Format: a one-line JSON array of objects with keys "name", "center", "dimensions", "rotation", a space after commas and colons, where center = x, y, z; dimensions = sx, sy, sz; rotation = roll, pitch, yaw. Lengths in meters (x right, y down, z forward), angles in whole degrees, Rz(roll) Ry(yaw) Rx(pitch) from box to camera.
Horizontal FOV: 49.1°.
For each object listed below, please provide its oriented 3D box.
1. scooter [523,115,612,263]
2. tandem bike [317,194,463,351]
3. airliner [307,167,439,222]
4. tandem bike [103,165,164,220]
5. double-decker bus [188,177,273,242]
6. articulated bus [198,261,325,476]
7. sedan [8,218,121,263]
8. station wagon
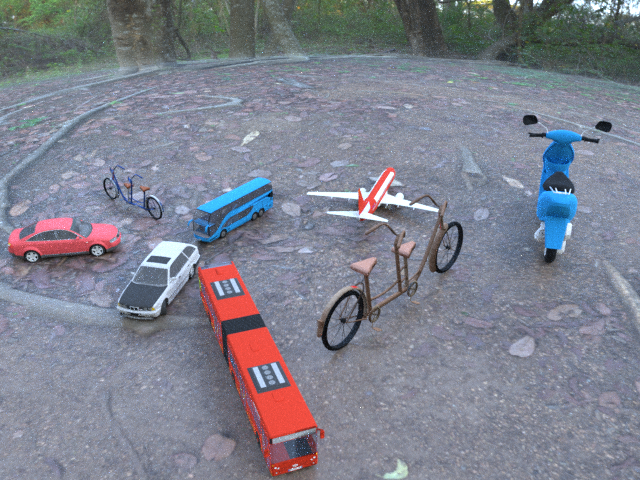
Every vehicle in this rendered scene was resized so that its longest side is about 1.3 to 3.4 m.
[{"name": "scooter", "center": [3.642, -0.908, 10.710], "dimensions": [1.288, 1.786, 2.721], "rotation": [8, 29, 14]}, {"name": "tandem bike", "center": [1.012, 0.304, 8.942], "dimensions": [0.550, 1.326, 3.192], "rotation": [22, 35, 35]}, {"name": "airliner", "center": [0.950, -0.925, 11.746], "dimensions": [2.257, 0.835, 2.541], "rotation": [9, 29, 16]}, {"name": "tandem bike", "center": [-3.158, -0.821, 11.715], "dimensions": [1.642, 0.682, 0.283], "rotation": [22, 35, 35]}, {"name": "double-decker bus", "center": [-1.389, -0.484, 11.237], "dimensions": [0.389, 0.541, 1.672], "rotation": [19, 33, 31]}, {"name": "articulated bus", "center": [-0.808, 1.268, 7.957], "dimensions": [0.605, 0.561, 3.401], "rotation": [-10, 30, -18]}, {"name": "sedan", "center": [-3.823, -0.054, 10.497], "dimensions": [1.613, 0.483, 0.635], "rotation": [-5, 29, -10]}, {"name": "station wagon", "center": [-2.180, 0.485, 9.506], "dimensions": [0.682, 0.473, 1.597], "rotation": [6, 29, 11]}]
